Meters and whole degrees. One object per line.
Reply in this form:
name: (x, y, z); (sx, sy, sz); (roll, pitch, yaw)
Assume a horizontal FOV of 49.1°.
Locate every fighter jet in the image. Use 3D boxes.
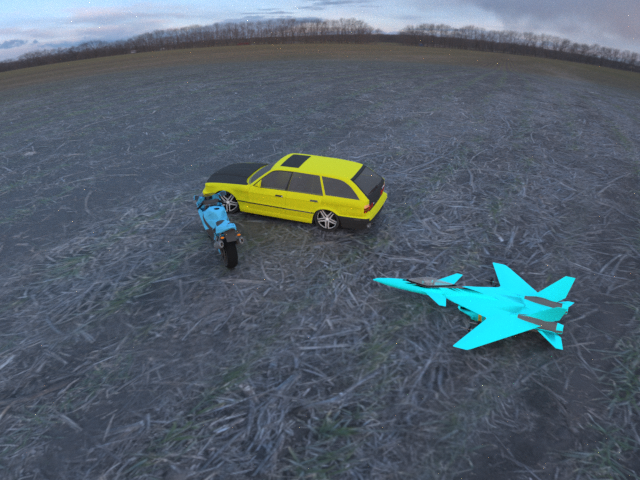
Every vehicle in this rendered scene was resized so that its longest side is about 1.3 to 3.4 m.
fighter jet: (1.944, 0.654, 9.238); (2.640, 0.557, 2.229); (12, 30, 22)

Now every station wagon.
station wagon: (-0.464, -0.932, 11.858); (3.105, 0.920, 1.327); (10, 29, 18)

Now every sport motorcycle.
sport motorcycle: (-1.528, -0.184, 10.546); (0.506, 0.821, 1.520); (-11, 30, -21)
